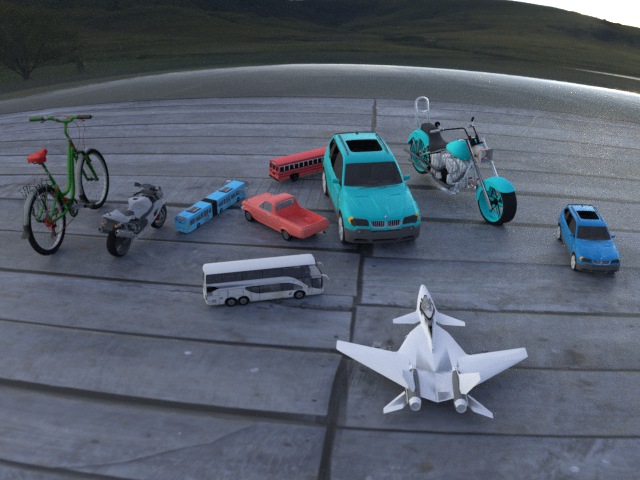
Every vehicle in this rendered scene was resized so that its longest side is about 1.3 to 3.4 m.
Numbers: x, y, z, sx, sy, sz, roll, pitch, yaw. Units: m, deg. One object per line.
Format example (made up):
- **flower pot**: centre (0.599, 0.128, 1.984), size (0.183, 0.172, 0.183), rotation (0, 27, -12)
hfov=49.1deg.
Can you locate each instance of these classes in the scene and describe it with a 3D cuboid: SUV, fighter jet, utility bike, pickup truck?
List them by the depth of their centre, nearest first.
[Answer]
- **fighter jet**: centre (1.324, 1.067, 8.390), size (2.229, 0.557, 2.640), rotation (2, 27, 3)
- **SUV**: centre (4.026, -0.049, 10.525), size (0.656, 0.580, 1.572), rotation (2, 27, 4)
- **utility bike**: centre (-4.094, -0.996, 10.987), size (1.039, 1.839, 2.791), rotation (4, 28, 8)
- **pickup truck**: centre (-0.590, -0.439, 11.356), size (0.640, 0.511, 1.603), rotation (-23, 35, -37)
- **SUV**: centre (0.783, -0.948, 11.668), size (1.276, 1.128, 3.058), rotation (-4, 28, -7)

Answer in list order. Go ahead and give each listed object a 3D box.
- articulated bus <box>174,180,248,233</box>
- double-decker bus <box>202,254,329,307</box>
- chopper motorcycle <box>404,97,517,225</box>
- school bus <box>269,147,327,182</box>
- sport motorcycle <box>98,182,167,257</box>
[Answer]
- **articulated bus**: centre (-1.826, -0.584, 11.879), size (0.311, 0.289, 1.749), rotation (13, 30, 24)
- **double-decker bus**: centre (-0.735, 0.533, 9.441), size (1.672, 0.541, 0.389), rotation (-5, 28, -10)
- **chopper motorcycle**: centre (2.427, -1.434, 12.226), size (0.906, 1.480, 3.040), rotation (-11, 29, -21)
- **school bus**: centre (-0.159, -1.478, 13.451), size (1.708, 0.434, 0.365), rotation (-17, 32, -29)
- **sport motorcycle**: centre (-2.837, -0.346, 10.839), size (0.506, 0.821, 1.520), rotation (10, 29, 19)
